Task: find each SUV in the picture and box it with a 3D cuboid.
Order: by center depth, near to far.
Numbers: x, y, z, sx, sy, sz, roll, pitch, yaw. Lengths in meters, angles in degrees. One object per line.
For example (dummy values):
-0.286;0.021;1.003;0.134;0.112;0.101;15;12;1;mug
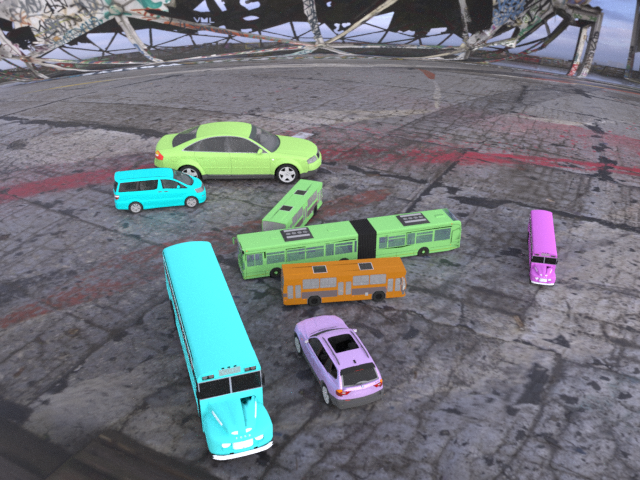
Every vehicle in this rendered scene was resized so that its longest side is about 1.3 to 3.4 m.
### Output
0.193;1.306;8.094;0.656;0.580;1.572;-10;30;-18;SUV

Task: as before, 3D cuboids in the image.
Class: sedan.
-1.537;-1.693;13.212;3.137;0.940;1.235;-1;29;-1;sedan

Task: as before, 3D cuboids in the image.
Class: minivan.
-2.766;-0.899;12.095;1.548;0.616;0.681;-7;29;-12;minivan

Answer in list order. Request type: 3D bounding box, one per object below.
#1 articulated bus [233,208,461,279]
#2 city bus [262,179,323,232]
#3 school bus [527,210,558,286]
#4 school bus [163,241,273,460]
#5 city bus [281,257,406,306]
0.441;0.038;10.435;3.401;0.561;0.605;-8;30;-13;articulated bus
-0.423;-0.445;11.427;0.476;0.460;1.674;10;30;17;city bus
3.309;0.105;10.446;0.365;0.434;1.708;7;29;12;school bus
-1.260;1.134;8.135;0.709;0.844;3.322;-9;30;-16;school bus
0.315;0.576;9.557;1.674;0.460;0.476;-4;29;-6;city bus
